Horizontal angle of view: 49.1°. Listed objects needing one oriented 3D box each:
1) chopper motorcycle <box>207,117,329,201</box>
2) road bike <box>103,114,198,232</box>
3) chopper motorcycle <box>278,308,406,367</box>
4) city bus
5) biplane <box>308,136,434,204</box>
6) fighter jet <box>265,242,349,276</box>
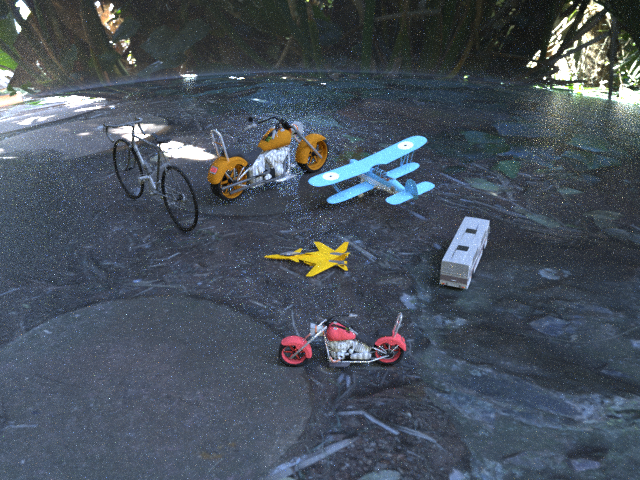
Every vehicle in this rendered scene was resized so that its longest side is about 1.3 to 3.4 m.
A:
[{"bbox_3d":[-0.927,-1.733,13.575,0.906,1.480,3.040,23,35,37],"label":"chopper motorcycle"},{"bbox_3d":[-2.994,-1.236,12.398,0.697,1.656,3.004,-21,34,-36],"label":"road bike"},{"bbox_3d":[0.272,1.215,8.547,1.563,0.761,0.466,0,27,1],"label":"chopper motorcycle"},{"bbox_3d":[2.270,0.194,10.898,0.476,0.460,1.674,10,29,20],"label":"city bus"},{"bbox_3d":[1.093,-1.115,12.906,2.598,0.981,2.120,-16,31,-29],"label":"biplane"},{"bbox_3d":[-0.217,0.221,11.036,1.358,0.286,1.147,3,27,5],"label":"fighter jet"}]
